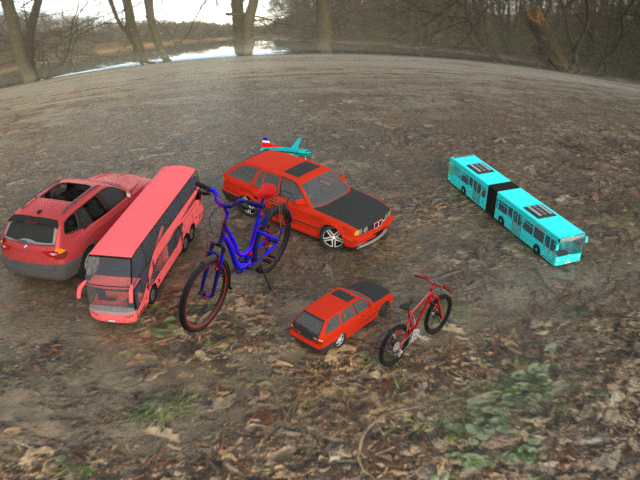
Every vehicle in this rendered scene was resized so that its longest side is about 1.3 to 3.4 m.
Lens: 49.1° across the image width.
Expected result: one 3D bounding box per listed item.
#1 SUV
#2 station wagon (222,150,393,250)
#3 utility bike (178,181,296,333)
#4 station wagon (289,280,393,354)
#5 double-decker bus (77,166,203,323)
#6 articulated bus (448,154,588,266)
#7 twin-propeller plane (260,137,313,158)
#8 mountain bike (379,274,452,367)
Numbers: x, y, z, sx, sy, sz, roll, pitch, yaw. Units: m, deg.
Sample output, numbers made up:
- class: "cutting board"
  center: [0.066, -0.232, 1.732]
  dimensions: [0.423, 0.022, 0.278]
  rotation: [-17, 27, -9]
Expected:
- class: "SUV"
  center: [-3.699, -0.435, 11.056]
  dimensions: [1.276, 1.128, 3.058]
  rotation: [8, 30, 14]
- class: "station wagon"
  center: [-0.242, -0.774, 11.866]
  dimensions: [3.105, 0.920, 1.327]
  rotation: [22, 36, 33]
- class: "utility bike"
  center: [-0.985, 0.016, 9.538]
  dimensions: [1.039, 1.839, 2.791]
  rotation: [15, 33, 24]
- class: "station wagon"
  center: [0.325, 0.917, 9.333]
  dimensions: [0.682, 0.473, 1.597]
  rotation: [24, 37, 36]
- class: "double-decker bus"
  center: [-2.527, -0.006, 10.376]
  dimensions: [0.756, 1.052, 3.251]
  rotation: [4, 30, 7]
- class: "articulated bus"
  center: [3.222, -0.608, 11.936]
  dimensions: [0.605, 0.561, 3.401]
  rotation: [-10, 31, -17]
- class: "twin-propeller plane"
  center: [-0.677, -1.873, 14.327]
  dimensions: [1.095, 0.407, 1.370]
  rotation: [7, 30, 12]
- class: "mountain bike"
  center: [1.233, 0.998, 8.790]
  dimensions: [0.573, 0.868, 1.469]
  rotation: [25, 38, 37]
